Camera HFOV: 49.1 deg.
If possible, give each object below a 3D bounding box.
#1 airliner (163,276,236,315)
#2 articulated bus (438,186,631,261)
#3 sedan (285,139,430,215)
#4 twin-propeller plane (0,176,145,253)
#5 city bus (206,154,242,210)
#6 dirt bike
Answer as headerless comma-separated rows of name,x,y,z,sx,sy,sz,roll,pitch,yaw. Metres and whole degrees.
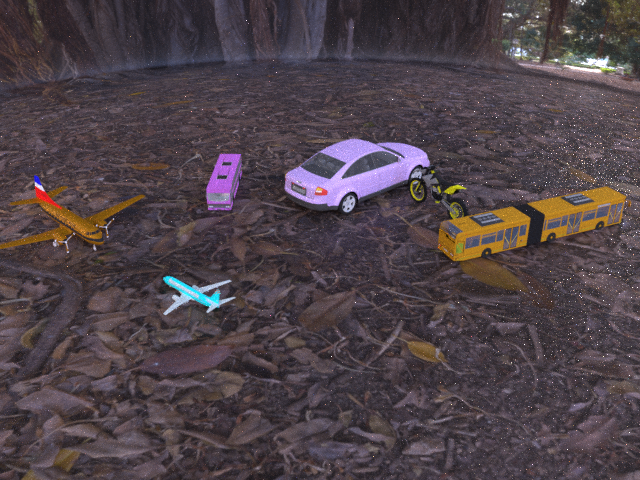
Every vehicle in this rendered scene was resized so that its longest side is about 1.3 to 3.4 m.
airliner,-1.789,0.656,9.736,1.307,0.429,1.161,24,36,36
articulated bus,3.495,-0.284,11.335,3.401,0.561,0.605,-12,31,-21
sedan,0.760,-1.344,12.898,3.137,0.940,1.235,-23,36,-36
twin-propeller plane,-4.113,-0.433,11.369,2.129,0.792,2.663,25,37,38
city bus,-1.744,-1.068,12.892,0.476,0.460,1.674,1,28,1
dirt bike,2.028,-0.852,12.075,0.527,0.857,1.493,-17,33,-29
